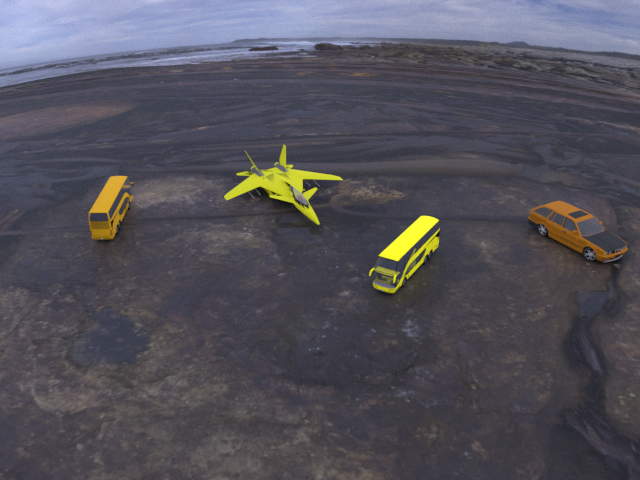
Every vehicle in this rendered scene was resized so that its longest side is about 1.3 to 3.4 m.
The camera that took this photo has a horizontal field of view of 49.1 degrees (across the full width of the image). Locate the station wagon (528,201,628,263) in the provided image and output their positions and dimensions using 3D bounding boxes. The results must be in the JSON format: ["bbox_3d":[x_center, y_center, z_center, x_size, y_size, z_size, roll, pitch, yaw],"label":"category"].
[{"bbox_3d":[4.010,-0.178,10.908,0.682,0.473,1.597,-15,31,-26],"label":"station wagon"}]

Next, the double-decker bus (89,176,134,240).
[{"bbox_3d":[-3.435,-0.569,11.578,0.389,0.541,1.672,-1,28,-2],"label":"double-decker bus"}]

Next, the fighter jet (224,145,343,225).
[{"bbox_3d":[-0.545,-0.966,12.314,2.229,0.557,2.640,-11,30,-21],"label":"fighter jet"}]

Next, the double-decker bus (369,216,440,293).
[{"bbox_3d":[1.262,0.203,10.111,0.389,0.541,1.672,16,32,27],"label":"double-decker bus"}]
